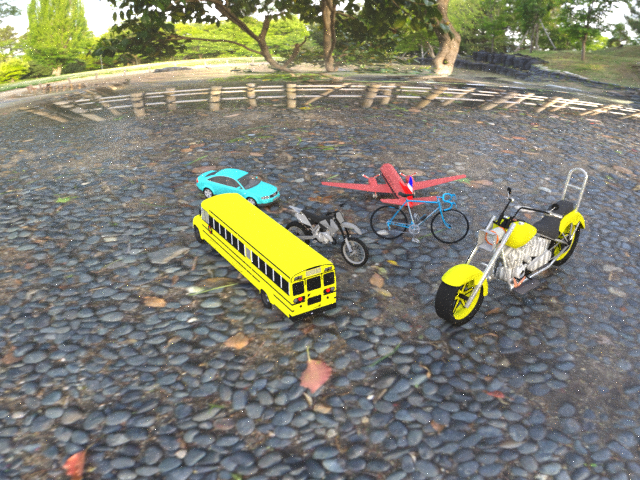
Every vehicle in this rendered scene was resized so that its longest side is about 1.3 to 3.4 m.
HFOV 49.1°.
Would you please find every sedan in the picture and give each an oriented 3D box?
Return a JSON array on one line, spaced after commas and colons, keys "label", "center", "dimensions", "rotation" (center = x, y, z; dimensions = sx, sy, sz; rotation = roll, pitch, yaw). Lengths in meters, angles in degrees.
[{"label": "sedan", "center": [-1.483, -0.984, 12.625], "dimensions": [1.613, 0.483, 0.635], "rotation": [13, 29, 25]}]

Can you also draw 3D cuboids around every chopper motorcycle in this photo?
[{"label": "chopper motorcycle", "center": [2.651, 0.043, 9.424], "dimensions": [3.040, 1.480, 0.906], "rotation": [-21, 33, -36]}]

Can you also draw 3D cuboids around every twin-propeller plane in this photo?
[{"label": "twin-propeller plane", "center": [1.373, -1.061, 12.432], "dimensions": [2.663, 0.792, 2.129], "rotation": [-4, 27, -7]}]

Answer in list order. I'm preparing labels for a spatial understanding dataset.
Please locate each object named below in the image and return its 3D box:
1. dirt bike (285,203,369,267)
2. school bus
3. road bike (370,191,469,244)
[{"label": "dirt bike", "center": [0.083, -0.119, 10.453], "dimensions": [1.493, 0.857, 0.527], "rotation": [16, 31, 29]}, {"label": "school bus", "center": [-0.938, 0.097, 10.031], "dimensions": [0.709, 0.844, 3.322], "rotation": [-15, 30, -28]}, {"label": "road bike", "center": [1.557, -0.357, 10.941], "dimensions": [1.545, 0.852, 0.358], "rotation": [4, 27, 8]}]
